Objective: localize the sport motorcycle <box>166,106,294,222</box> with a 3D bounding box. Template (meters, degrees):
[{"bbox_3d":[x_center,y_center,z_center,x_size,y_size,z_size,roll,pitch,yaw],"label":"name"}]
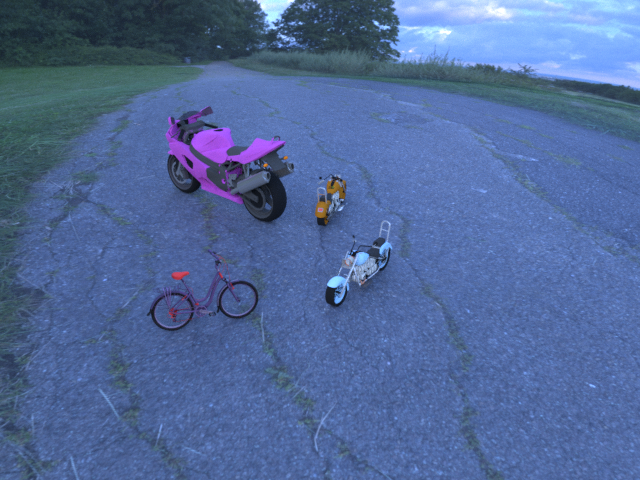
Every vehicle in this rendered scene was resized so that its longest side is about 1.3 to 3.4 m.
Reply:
[{"bbox_3d":[-1.694,-1.329,12.199,2.955,1.596,0.983,20,32,35],"label":"sport motorcycle"}]

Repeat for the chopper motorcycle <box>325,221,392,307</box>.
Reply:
[{"bbox_3d":[0.559,0.314,9.755,0.466,0.761,1.563,17,30,31],"label":"chopper motorcycle"}]

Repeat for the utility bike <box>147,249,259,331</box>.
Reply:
[{"bbox_3d":[-1.499,0.632,8.884,1.435,0.946,0.535,-9,27,-17],"label":"utility bike"}]

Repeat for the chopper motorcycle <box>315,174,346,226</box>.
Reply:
[{"bbox_3d":[0.214,-0.799,12.062,0.466,0.761,1.563,7,27,14],"label":"chopper motorcycle"}]
